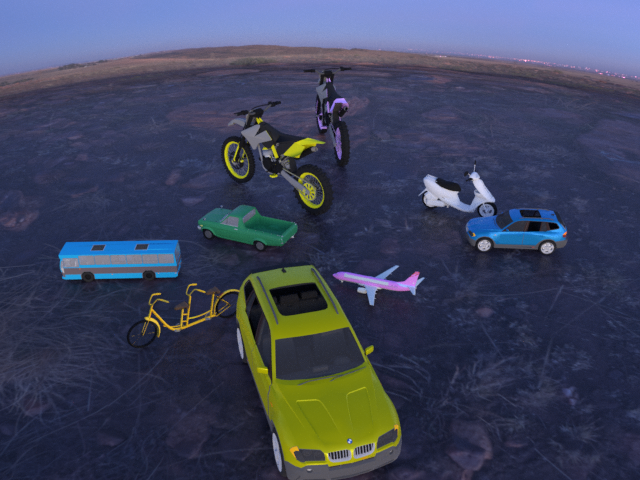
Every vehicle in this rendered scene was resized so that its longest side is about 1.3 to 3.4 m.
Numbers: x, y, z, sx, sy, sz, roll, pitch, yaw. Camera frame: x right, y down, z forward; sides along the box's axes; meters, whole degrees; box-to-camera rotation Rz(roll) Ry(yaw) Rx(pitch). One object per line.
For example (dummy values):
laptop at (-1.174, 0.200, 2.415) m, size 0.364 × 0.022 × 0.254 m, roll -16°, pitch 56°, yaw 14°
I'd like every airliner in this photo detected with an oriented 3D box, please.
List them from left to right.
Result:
airliner at (0.789, 0.519, 9.934) m, size 1.307 × 0.429 × 1.161 m, roll 11°, pitch 30°, yaw 20°

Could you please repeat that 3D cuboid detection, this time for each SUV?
SUV at (-0.137, 1.283, 7.723) m, size 1.276 × 1.128 × 3.058 m, roll -8°, pitch 29°, yaw -15°
SUV at (3.108, -0.179, 11.105) m, size 1.572 × 0.580 × 0.656 m, roll 3°, pitch 28°, yaw 5°

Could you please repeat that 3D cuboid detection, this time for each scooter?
scooter at (2.395, -0.876, 12.071) m, size 1.399 × 0.919 × 0.662 m, roll 13°, pitch 30°, yaw 23°

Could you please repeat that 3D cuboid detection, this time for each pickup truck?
pickup truck at (-1.179, -0.244, 11.304) m, size 1.603 × 0.511 × 0.640 m, roll 12°, pitch 30°, yaw 22°

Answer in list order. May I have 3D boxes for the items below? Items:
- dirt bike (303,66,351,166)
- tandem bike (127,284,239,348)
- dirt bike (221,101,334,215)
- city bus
dirt bike at (0.223, -2.738, 14.821) m, size 1.024 × 1.666 × 2.903 m, roll -5°, pitch 28°, yaw -10°
tandem bike at (-1.694, 0.889, 8.955) m, size 1.642 × 0.682 × 0.283 m, roll -17°, pitch 32°, yaw -30°
dirt bike at (-0.853, -1.519, 12.493) m, size 2.903 × 1.666 × 1.024 m, roll 24°, pitch 36°, yaw 38°
city bus at (-2.919, 0.309, 10.302) m, size 1.674 × 0.460 × 0.476 m, roll -1°, pitch 28°, yaw -2°
